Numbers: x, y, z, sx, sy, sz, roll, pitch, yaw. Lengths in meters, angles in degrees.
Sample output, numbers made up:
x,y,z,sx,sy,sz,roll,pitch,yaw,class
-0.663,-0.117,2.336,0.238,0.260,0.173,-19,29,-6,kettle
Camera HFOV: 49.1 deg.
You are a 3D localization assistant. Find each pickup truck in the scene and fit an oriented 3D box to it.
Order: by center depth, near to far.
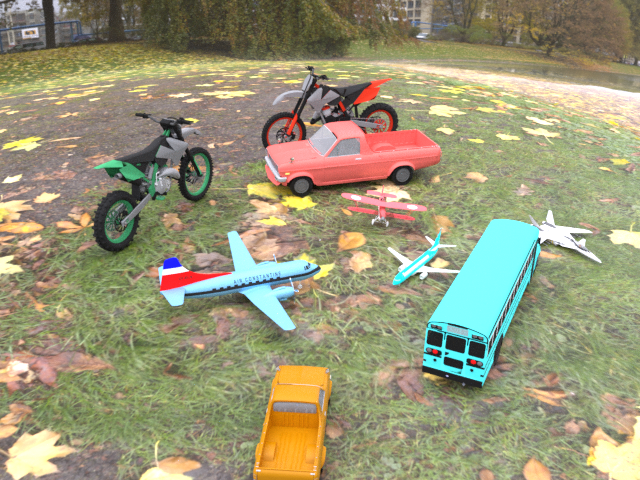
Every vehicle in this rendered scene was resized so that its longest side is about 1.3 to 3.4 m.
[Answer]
x,y,z,sx,sy,sz,roll,pitch,yaw,class
-0.234,1.714,6.737,0.640,0.511,1.603,2,27,4,pickup truck
0.581,-1.575,12.623,3.117,0.993,1.244,-7,28,-14,pickup truck

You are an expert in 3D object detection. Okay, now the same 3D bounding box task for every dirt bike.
x,y,z,sx,sy,sz,roll,pitch,yaw,class
-2.531,-1.026,10.813,1.024,1.666,2.903,12,30,23,dirt bike
0.241,-2.513,13.714,2.903,1.666,1.024,-10,29,-18,dirt bike

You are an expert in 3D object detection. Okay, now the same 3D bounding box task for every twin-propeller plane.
x,y,z,sx,sy,sz,roll,pitch,yaw,class
-0.978,0.426,8.940,2.129,0.792,2.663,-10,29,-18,twin-propeller plane

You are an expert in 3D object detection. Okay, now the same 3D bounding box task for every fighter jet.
x,y,z,sx,sy,sz,roll,pitch,yaw,class
3.679,-0.035,10.393,1.147,0.286,1.358,-12,30,-23,fighter jet

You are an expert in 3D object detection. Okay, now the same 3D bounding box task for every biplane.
x,y,z,sx,sy,sz,roll,pitch,yaw,class
1.013,-0.541,11.140,1.336,0.504,1.090,2,27,3,biplane

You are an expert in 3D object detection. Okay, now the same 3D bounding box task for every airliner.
x,y,z,sx,sy,sz,roll,pitch,yaw,class
1.367,0.243,9.694,1.161,0.429,1.307,19,33,32,airliner

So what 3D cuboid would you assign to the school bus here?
x,y,z,sx,sy,sz,roll,pitch,yaw,class
2.112,0.572,8.599,0.709,0.844,3.322,13,30,23,school bus
